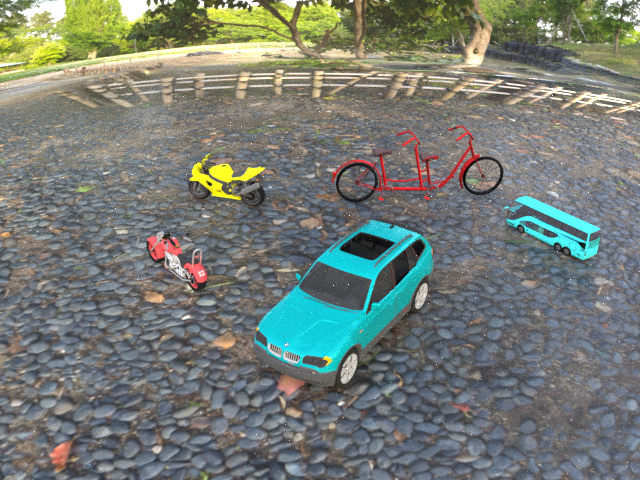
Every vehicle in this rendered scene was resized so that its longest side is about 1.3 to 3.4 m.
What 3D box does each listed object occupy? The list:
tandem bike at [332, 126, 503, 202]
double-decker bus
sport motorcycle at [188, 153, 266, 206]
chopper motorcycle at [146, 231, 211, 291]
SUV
[{"bbox_3d":[1.795,-1.345,12.623,3.192,1.326,0.550,-3,29,-6],"label":"tandem bike"},{"bbox_3d":[3.753,-0.230,11.413,0.389,0.541,1.672,-19,34,-30],"label":"double-decker bus"},{"bbox_3d":[-1.686,-1.051,12.612,1.520,0.821,0.506,8,30,14],"label":"sport motorcycle"},{"bbox_3d":[-2.160,0.203,10.398,0.466,0.761,1.563,-23,36,-35],"label":"chopper motorcycle"},{"bbox_3d":[0.408,0.685,9.143,1.276,1.128,3.058,18,34,29],"label":"SUV"}]
